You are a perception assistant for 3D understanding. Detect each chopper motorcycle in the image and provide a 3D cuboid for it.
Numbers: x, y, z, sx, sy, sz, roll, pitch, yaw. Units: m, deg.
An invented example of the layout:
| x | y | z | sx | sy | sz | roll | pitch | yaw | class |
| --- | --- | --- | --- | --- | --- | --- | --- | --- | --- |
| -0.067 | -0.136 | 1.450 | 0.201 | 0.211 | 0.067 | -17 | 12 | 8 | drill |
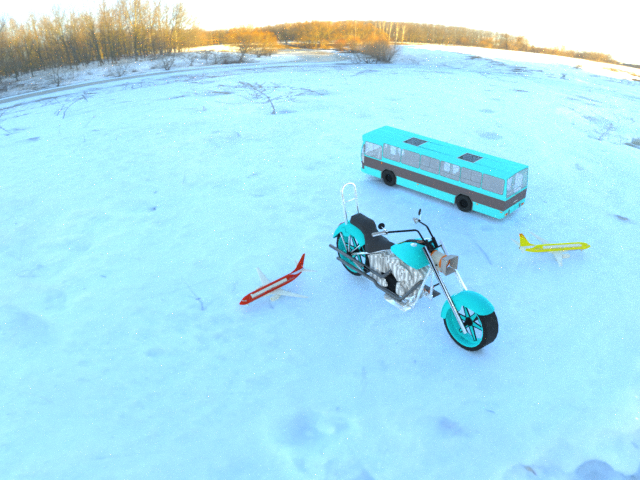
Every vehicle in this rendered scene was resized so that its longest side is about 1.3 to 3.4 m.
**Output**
| x | y | z | sx | sy | sz | roll | pitch | yaw | class |
| --- | --- | --- | --- | --- | --- | --- | --- | --- | --- |
| 1.240 | 0.310 | 9.736 | 0.906 | 1.480 | 3.040 | -21 | 35 | -33 | chopper motorcycle |

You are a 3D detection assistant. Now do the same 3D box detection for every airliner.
| x | y | z | sx | sy | sz | roll | pitch | yaw | class |
| --- | --- | --- | --- | --- | --- | --- | --- | --- | --- |
| 3.795 | 0.039 | 11.336 | 1.307 | 0.429 | 1.161 | -4 | 29 | -8 | airliner |
| -0.677 | 0.593 | 10.315 | 1.307 | 0.429 | 1.161 | -25 | 37 | -38 | airliner |

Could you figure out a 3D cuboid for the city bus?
| x | y | z | sx | sy | sz | roll | pitch | yaw | class |
| --- | --- | --- | --- | --- | --- | --- | --- | --- | --- |
| 2.274 | -1.309 | 13.335 | 3.255 | 0.894 | 0.926 | 24 | 36 | 36 | city bus |
